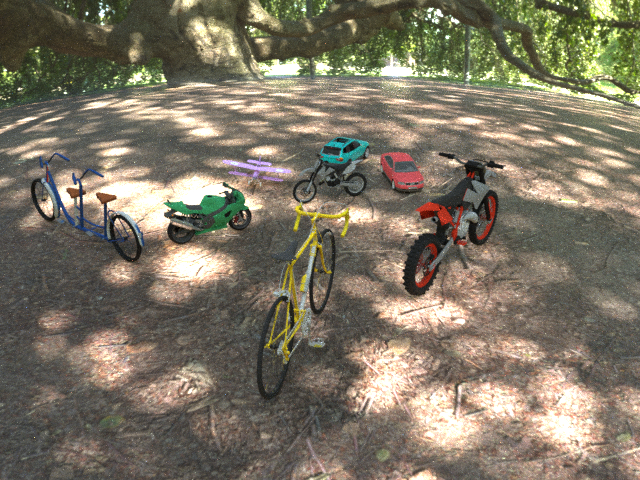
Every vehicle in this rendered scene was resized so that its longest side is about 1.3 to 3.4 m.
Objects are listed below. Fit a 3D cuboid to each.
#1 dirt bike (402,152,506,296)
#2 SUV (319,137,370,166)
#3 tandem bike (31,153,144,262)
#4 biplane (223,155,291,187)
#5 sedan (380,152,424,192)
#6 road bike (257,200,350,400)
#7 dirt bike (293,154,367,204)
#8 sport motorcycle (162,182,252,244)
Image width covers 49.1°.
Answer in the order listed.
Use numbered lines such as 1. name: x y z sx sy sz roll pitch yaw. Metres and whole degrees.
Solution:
1. dirt bike: 2.029 -0.348 10.392 1.024 1.666 2.903 18 31 32
2. SUV: 0.526 -1.906 14.887 0.656 0.580 1.572 12 28 24
3. tandem bike: -3.860 -0.593 11.295 3.192 1.326 0.550 20 32 36
4. biplane: -1.223 -1.375 13.871 1.336 0.504 1.090 1 26 1
5. sedan: 1.634 -1.420 13.988 0.635 0.483 1.613 -4 26 -8
6. road bike: -0.219 0.584 8.466 0.697 1.656 3.004 7 27 15
7. dirt bike: 0.197 -1.143 12.979 1.493 0.857 0.527 -10 27 -20
8. sport motorcycle: -1.828 -0.430 11.538 1.520 0.821 0.506 -14 29 -27
